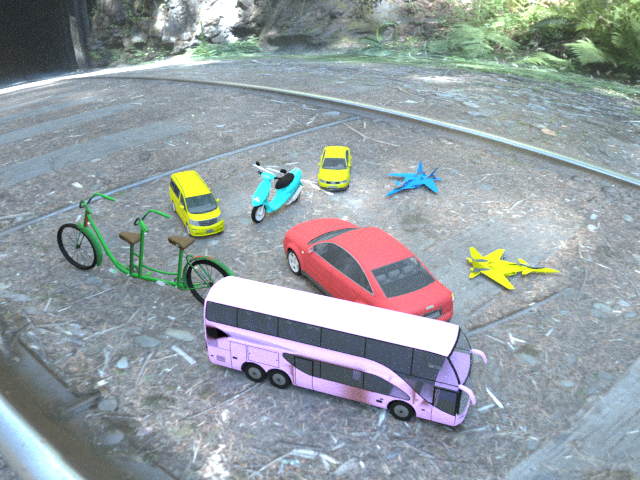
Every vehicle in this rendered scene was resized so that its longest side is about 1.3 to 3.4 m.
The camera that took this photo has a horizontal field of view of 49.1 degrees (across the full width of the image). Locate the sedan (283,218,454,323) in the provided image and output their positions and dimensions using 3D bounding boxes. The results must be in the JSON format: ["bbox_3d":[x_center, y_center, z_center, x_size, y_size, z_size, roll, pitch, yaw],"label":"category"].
[{"bbox_3d":[0.566,0.335,9.824,1.235,0.940,3.137,-17,33,-27],"label":"sedan"}]

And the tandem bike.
[{"bbox_3d":[-2.514,0.127,9.802,3.192,1.326,0.550,13,32,23],"label":"tandem bike"}]

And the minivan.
[{"bbox_3d":[-2.113,-0.627,11.890,0.681,0.616,1.548,-13,31,-21],"label":"minivan"}]

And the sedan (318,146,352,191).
[{"bbox_3d":[0.291,-1.445,13.499,0.635,0.483,1.613,2,29,3],"label":"sedan"}]

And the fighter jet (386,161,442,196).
[{"bbox_3d":[1.661,-1.105,13.089,1.147,0.286,1.358,25,38,37],"label":"fighter jet"}]

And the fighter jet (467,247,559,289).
[{"bbox_3d":[2.899,0.364,10.444,1.358,0.286,1.147,3,29,5],"label":"fighter jet"}]

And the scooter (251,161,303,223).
[{"bbox_3d":[-0.736,-0.917,12.101,0.662,0.919,1.399,19,34,31],"label":"scooter"}]

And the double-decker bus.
[{"bbox_3d":[0.222,1.255,8.052,3.251,1.052,0.756,11,31,18],"label":"double-decker bus"}]
